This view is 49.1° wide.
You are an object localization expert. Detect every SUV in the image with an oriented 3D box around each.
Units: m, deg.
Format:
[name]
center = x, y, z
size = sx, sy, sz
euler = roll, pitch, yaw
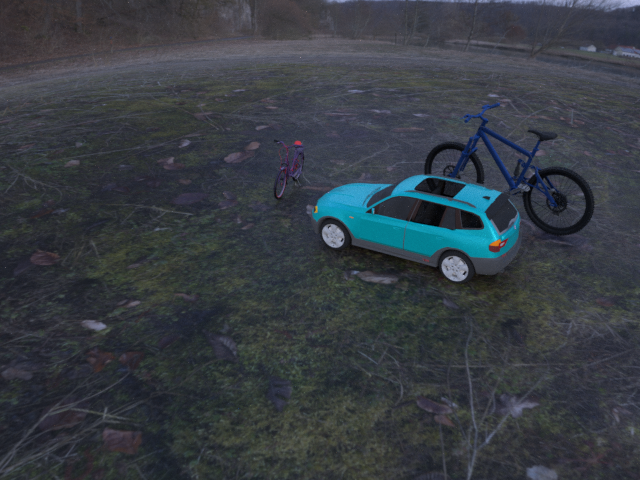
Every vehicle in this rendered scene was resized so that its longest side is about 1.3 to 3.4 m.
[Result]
[SUV]
center = 1.350, -0.346, 10.092
size = 3.058, 1.128, 1.276
euler = 15, 31, 27

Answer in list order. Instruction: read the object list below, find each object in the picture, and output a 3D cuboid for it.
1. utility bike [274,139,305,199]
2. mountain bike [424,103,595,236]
[utility bike]
center = -0.473, -1.320, 12.140
size = 0.535, 0.946, 1.435
euler = 9, 29, 16
[mountain bike]
center = 2.904, -1.105, 10.935
size = 2.857, 1.688, 1.114
euler = 20, 34, 33
